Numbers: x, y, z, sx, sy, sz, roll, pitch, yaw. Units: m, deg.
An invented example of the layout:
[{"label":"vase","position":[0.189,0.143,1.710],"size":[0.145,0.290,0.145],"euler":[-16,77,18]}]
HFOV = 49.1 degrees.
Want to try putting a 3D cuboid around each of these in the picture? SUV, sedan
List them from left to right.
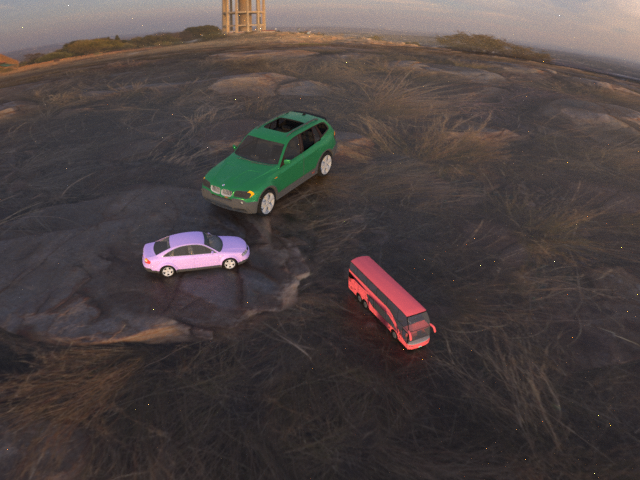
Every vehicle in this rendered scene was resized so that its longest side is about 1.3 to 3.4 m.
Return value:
[{"label":"sedan","position":[-1.884,0.155,10.655],"size":[1.613,0.483,0.635],"euler":[-7,31,-11]},{"label":"SUV","position":[-0.861,-1.490,12.797],"size":[1.276,1.128,3.058],"euler":[18,35,28]}]

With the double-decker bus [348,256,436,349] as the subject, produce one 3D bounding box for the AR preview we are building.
[{"label":"double-decker bus","position":[0.922,0.837,9.448],"size":[0.389,0.541,1.672],"euler":[-15,34,-23]}]
